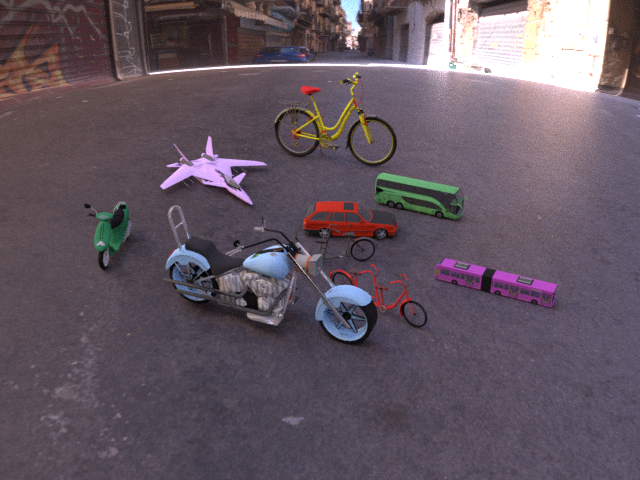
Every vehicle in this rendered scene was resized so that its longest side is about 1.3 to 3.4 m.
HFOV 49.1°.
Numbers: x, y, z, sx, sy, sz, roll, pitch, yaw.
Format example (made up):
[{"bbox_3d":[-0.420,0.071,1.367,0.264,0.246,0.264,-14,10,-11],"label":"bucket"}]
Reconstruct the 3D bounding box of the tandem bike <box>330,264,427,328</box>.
[{"bbox_3d":[0.783,0.686,9.651,1.642,0.682,0.283,21,34,34],"label":"tandem bike"}]

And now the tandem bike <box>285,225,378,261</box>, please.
[{"bbox_3d":[0.091,0.073,10.801,1.642,0.682,0.283,-4,28,-7],"label":"tandem bike"}]

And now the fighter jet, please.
[{"bbox_3d":[-1.946,-1.315,13.541,2.229,0.557,2.640,-17,32,-29],"label":"fighter jet"}]

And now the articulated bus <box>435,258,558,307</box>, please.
[{"bbox_3d":[2.553,0.610,10.211,1.749,0.289,0.311,14,31,24],"label":"articulated bus"}]

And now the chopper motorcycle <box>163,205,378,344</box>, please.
[{"bbox_3d":[-0.710,0.449,9.247,3.040,1.480,0.906,11,30,19],"label":"chopper motorcycle"}]

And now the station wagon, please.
[{"bbox_3d":[0.517,-0.361,11.839,1.597,0.473,0.682,2,28,3],"label":"station wagon"}]

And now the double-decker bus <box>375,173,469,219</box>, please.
[{"bbox_3d":[1.799,-0.781,12.556,1.672,0.541,0.389,14,31,25],"label":"double-decker bus"}]

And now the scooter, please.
[{"bbox_3d":[-3.298,-0.222,11.104,0.662,0.919,1.399,2,28,3],"label":"scooter"}]

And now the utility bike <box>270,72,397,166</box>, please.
[{"bbox_3d":[0.280,-2.552,14.502,2.791,1.839,1.039,10,29,17],"label":"utility bike"}]
